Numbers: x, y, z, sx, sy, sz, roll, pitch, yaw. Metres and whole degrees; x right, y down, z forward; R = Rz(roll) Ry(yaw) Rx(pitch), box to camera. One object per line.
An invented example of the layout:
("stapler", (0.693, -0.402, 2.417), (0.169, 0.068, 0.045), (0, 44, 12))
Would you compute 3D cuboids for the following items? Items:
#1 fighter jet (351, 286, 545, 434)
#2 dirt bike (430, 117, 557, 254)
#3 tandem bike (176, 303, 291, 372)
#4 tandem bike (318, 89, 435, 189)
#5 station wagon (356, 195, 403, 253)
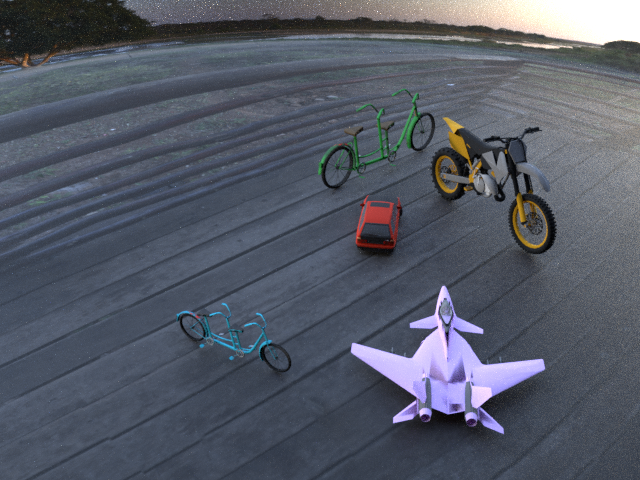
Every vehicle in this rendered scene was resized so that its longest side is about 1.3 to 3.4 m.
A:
("fighter jet", (1.508, 1.137, 8.305), (2.229, 0.557, 2.640), (4, 31, 7))
("dirt bike", (2.656, -0.998, 10.854), (1.024, 1.666, 2.903), (-15, 33, -24))
("tandem bike", (-1.046, 1.088, 8.265), (1.642, 0.682, 0.283), (16, 34, 25))
("tandem bike", (1.117, -1.903, 12.736), (3.192, 1.326, 0.550), (-26, 39, -37))
("station wagon", (0.933, -0.362, 10.948), (0.682, 0.473, 1.597), (5, 31, 8))
